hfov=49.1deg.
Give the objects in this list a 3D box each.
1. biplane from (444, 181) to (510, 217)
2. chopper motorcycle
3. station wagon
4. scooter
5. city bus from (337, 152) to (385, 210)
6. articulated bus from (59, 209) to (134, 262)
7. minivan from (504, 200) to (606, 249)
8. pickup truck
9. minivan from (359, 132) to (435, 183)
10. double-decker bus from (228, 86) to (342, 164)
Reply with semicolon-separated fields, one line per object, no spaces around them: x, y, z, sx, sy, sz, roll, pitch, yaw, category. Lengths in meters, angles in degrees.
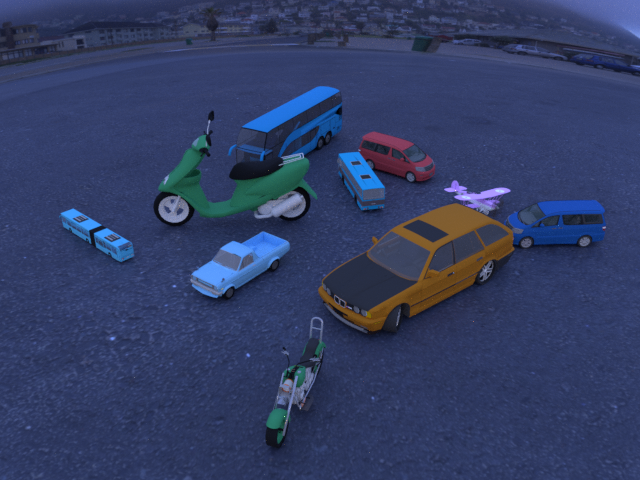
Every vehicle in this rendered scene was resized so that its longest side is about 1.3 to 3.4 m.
2.687;-0.728;12.136;1.336;0.504;1.090;-21;35;-32;biplane
-0.261;1.563;7.826;0.466;0.761;1.563;10;31;16;chopper motorcycle
1.417;0.278;9.934;3.105;0.920;1.327;-22;36;-34;station wagon
-1.408;-1.076;11.449;2.721;1.786;1.288;-3;30;-5;scooter
0.736;-1.075;12.793;0.476;0.460;1.674;-7;30;-11;city bus
-3.593;-0.092;11.230;1.749;0.289;0.311;25;38;36;articulated bus
3.749;-0.278;11.228;1.548;0.616;0.681;-1;30;-2;minivan
-1.152;0.303;10.307;0.640;0.511;1.603;21;36;32;pickup truck
1.498;-1.622;13.603;1.548;0.616;0.681;21;36;33;minivan
-0.578;-2.174;14.136;0.756;1.052;3.251;16;33;26;double-decker bus
